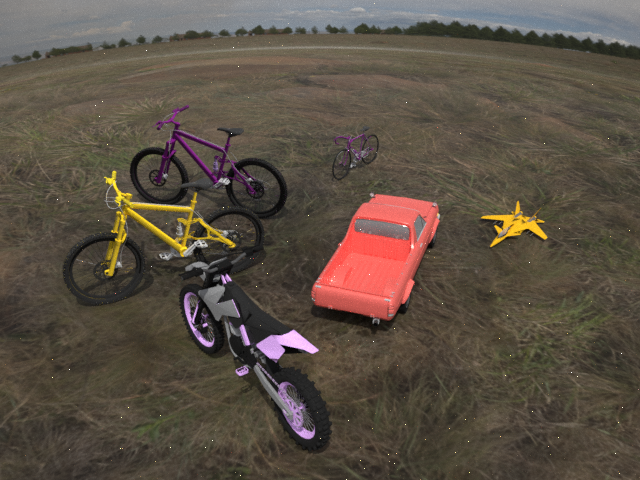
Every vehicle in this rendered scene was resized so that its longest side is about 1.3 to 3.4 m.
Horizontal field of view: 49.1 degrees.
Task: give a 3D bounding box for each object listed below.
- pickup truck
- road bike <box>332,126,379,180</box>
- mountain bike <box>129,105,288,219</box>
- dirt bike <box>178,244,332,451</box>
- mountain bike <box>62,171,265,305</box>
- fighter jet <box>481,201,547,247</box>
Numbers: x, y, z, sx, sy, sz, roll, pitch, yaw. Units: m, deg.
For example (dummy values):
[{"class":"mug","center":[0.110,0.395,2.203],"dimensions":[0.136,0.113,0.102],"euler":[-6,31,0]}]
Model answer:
[{"class":"pickup truck","center":[0.902,0.088,10.117],"dimensions":[1.244,0.993,3.117],"euler":[10,31,17]},{"class":"road bike","center":[0.701,-1.714,13.418],"dimensions":[0.358,0.852,1.545],"euler":[21,36,32]},{"class":"mountain bike","center":[-1.918,-1.234,11.733],"dimensions":[2.857,1.688,1.114],"euler":[8,31,13]},{"class":"dirt bike","center":[-0.848,1.042,7.764],"dimensions":[1.024,1.666,2.903],"euler":[-22,36,-33]},{"class":"mountain bike","center":[-2.120,-0.063,9.681],"dimensions":[2.857,1.688,1.114],"euler":[-13,32,-22]},{"class":"fighter jet","center":[3.104,-0.227,11.382],"dimensions":[1.147,0.286,1.358],"euler":[22,37,34]}]
